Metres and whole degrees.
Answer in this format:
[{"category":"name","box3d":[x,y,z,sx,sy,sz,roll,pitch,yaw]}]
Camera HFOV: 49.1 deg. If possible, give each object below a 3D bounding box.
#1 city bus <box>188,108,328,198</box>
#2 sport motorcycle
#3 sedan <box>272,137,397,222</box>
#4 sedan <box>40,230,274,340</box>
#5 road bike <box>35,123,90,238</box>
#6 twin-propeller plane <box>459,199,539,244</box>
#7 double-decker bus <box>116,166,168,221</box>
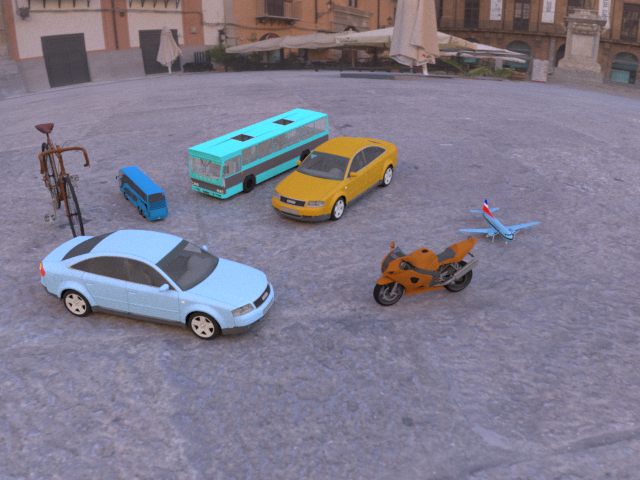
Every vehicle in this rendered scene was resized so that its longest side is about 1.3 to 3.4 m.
[{"category":"city bus","box3d":[-1.087,-1.702,13.553,0.926,0.894,3.255,18,31,32]},{"category":"sport motorcycle","box3d":[1.412,0.414,9.357,1.520,0.821,0.506,-10,28,-19]},{"category":"sedan","box3d":[0.326,-1.238,12.563,1.235,0.940,3.137,15,30,28]},{"category":"sedan","box3d":[-2.133,0.456,9.138,3.137,0.940,1.235,8,27,16]},{"category":"road bike","box3d":[-4.175,-0.967,11.209,0.696,1.656,3.004,-14,30,-26]},{"category":"twin-propeller plane","box3d":[2.840,-0.288,11.243,1.370,0.407,1.095,-6,27,-11]},{"category":"double-decker bus","box3d":[-3.117,-0.842,12.212,0.389,0.541,1.672,-15,30,-28]}]
